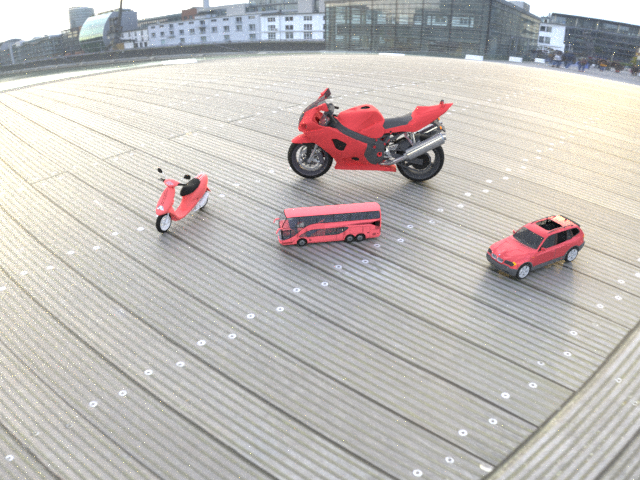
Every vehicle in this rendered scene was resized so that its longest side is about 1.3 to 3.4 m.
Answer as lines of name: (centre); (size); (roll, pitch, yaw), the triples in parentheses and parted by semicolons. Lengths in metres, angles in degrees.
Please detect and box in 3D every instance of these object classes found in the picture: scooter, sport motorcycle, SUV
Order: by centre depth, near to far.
SUV: (3.209, 0.058, 10.373); (1.572, 0.580, 0.656); (-15, 32, -26)
scooter: (-2.260, -0.760, 11.503); (0.662, 0.919, 1.399); (15, 32, 25)
sport motorcycle: (0.870, -1.840, 12.754); (2.955, 1.596, 0.983); (2, 29, 3)

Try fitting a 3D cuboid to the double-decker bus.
double-decker bus: (0.123, -0.247, 10.966); (1.672, 0.541, 0.389); (-5, 29, -8)
